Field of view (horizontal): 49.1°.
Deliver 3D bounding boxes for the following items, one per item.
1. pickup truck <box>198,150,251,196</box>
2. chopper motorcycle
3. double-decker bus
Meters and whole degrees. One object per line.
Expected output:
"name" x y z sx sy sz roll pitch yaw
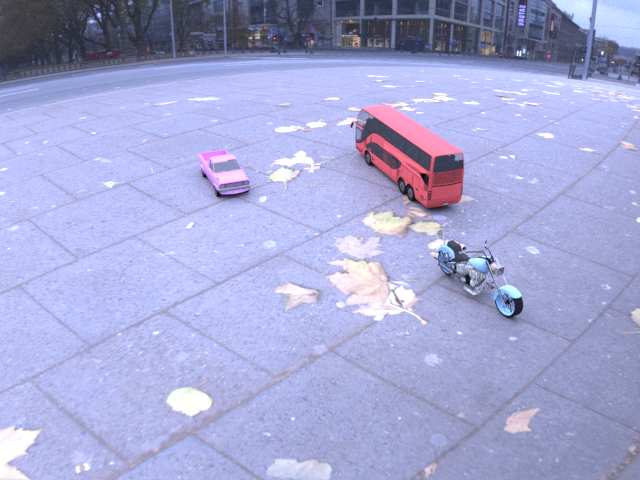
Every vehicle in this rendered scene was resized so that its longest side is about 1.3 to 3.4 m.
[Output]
"pickup truck" -1.763 -1.292 12.722 0.640 0.511 1.603 -11 29 -20
"chopper motorcycle" 2.088 0.382 9.231 0.466 0.761 1.563 -15 31 -27
"double-decker bus" 1.521 -1.614 12.755 0.756 1.052 3.251 -10 29 -18
